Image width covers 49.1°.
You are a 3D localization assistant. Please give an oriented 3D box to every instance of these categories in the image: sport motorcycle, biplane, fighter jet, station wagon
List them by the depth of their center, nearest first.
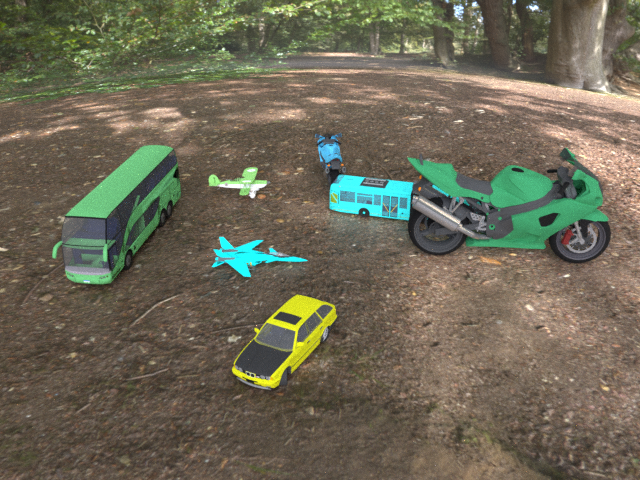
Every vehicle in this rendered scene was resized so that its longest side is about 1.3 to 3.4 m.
[{"bbox_3d":[-0.391,1.121,8.159,0.682,0.473,1.597,13,29,25],"label":"station wagon"},{"bbox_3d":[2.703,-0.453,10.063,2.955,1.596,0.983,3,27,7],"label":"sport motorcycle"},{"bbox_3d":[-0.858,0.197,10.227,1.358,0.286,1.147,2,27,4],"label":"fighter jet"},{"bbox_3d":[-1.421,-1.009,12.407,1.090,0.504,1.336,0,26,0],"label":"biplane"},{"bbox_3d":[0.202,-1.454,12.945,0.506,0.821,1.520,-3,27,-6],"label":"sport motorcycle"}]

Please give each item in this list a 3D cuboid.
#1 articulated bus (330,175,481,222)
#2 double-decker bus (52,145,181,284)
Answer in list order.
[{"bbox_3d":[1.852,-0.585,11.491,3.401,0.561,0.605,8,27,15],"label":"articulated bus"},{"bbox_3d":[-2.948,-0.449,10.666,0.756,1.052,3.251,4,27,7],"label":"double-decker bus"}]
